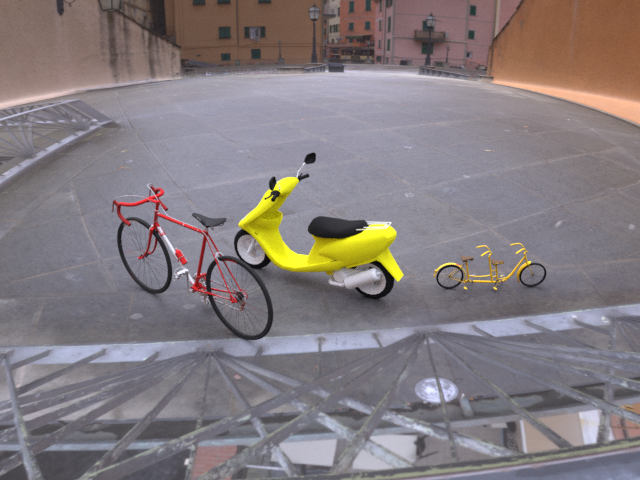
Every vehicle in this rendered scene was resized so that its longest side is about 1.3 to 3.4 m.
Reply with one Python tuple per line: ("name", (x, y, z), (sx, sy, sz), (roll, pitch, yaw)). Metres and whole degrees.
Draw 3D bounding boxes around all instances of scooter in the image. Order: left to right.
("scooter", (-0.096, -0.174, 9.943), (2.721, 1.786, 1.288), (13, 29, 24))

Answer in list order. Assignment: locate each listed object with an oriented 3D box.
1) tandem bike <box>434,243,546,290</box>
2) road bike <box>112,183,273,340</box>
("tandem bike", (2.457, 0.392, 10.046), (1.642, 0.682, 0.283), (-1, 27, -2))
("road bike", (-1.753, 0.259, 9.226), (3.004, 1.656, 0.697), (20, 33, 34))
